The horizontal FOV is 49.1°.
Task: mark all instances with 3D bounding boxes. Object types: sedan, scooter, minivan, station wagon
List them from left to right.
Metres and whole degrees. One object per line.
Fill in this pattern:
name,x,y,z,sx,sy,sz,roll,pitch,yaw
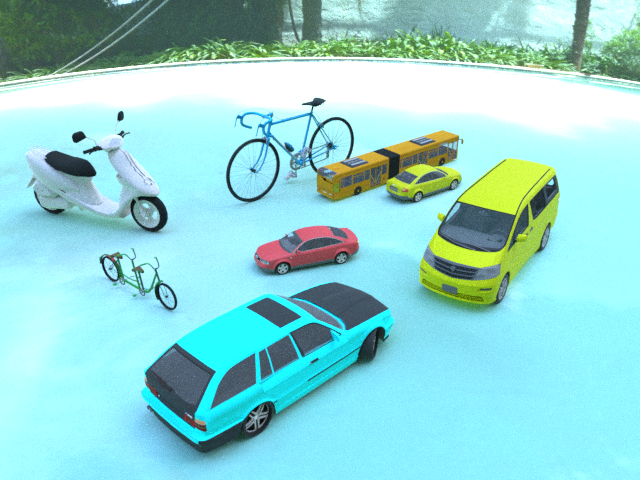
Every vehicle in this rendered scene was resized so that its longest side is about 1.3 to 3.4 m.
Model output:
scooter,-3.737,-1.111,11.429,2.721,1.786,1.288,10,29,18
station wagon,-0.464,1.169,8.007,1.327,0.920,3.105,25,37,39
sedan,-0.200,0.095,10.531,1.613,0.483,0.635,-10,29,-18
sedan,1.936,-1.123,12.856,1.613,0.483,0.635,-19,33,-32
minivan,2.568,-0.200,10.325,1.324,1.197,3.011,17,32,30

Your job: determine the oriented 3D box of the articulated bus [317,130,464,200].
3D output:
articulated bus,1.397,-1.478,13.450,3.401,0.561,0.605,-21,34,-34

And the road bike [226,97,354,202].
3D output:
road bike,-0.471,-1.721,12.736,3.004,1.656,0.696,-22,35,-36

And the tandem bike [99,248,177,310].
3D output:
tandem bike,-2.533,0.455,9.629,1.642,0.682,0.283,20,34,33
